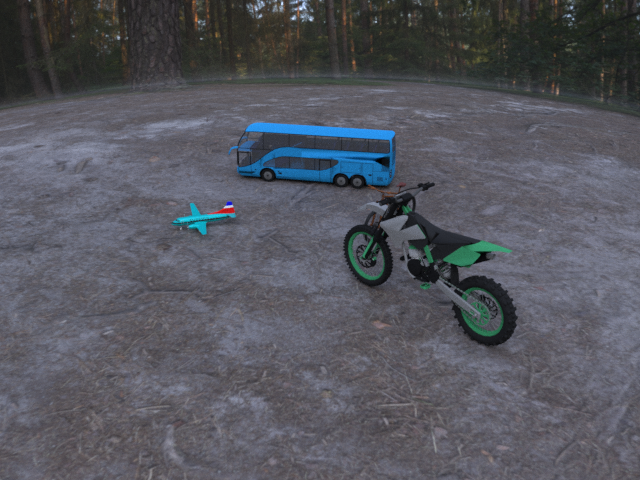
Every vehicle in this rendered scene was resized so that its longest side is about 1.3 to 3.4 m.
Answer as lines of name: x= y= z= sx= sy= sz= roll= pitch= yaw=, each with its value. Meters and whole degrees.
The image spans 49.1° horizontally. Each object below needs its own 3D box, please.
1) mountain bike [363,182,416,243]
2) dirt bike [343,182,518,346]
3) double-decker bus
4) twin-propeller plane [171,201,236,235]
mountain bike: x=1.170 y=-0.513 z=11.562 sx=0.573 sy=0.868 sz=1.469 roll=20 pitch=32 yaw=35
dirt bike: x=1.336 y=0.214 z=9.131 sx=1.024 sy=1.666 sz=2.903 roll=-22 pitch=33 yaw=-37
double-decker bus: x=-0.139 y=-1.687 z=13.790 sx=3.251 sy=1.052 sz=0.756 roll=5 pitch=26 yaw=11
twin-propeller plane: x=-1.981 y=-0.411 z=11.883 sx=1.095 sy=0.407 sz=1.370 roll=-8 pitch=27 yaw=-16
